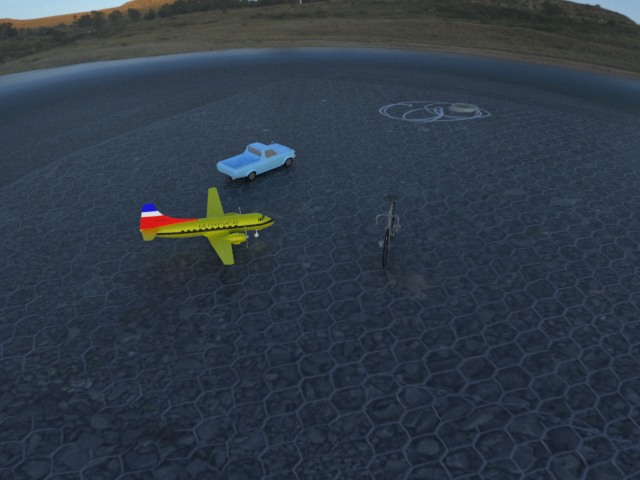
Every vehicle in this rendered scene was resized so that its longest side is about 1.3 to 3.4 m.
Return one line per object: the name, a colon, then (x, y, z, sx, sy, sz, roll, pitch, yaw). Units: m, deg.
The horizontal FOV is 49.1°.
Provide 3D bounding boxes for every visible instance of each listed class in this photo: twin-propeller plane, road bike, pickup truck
twin-propeller plane: (-1.783, -0.312, 11.149, 2.129, 0.792, 2.663, -6, 30, -11)
road bike: (1.084, -0.217, 10.918, 0.358, 0.852, 1.545, 6, 30, 10)
pickup truck: (-1.234, -1.590, 13.708, 1.603, 0.511, 0.640, -26, 38, -38)
